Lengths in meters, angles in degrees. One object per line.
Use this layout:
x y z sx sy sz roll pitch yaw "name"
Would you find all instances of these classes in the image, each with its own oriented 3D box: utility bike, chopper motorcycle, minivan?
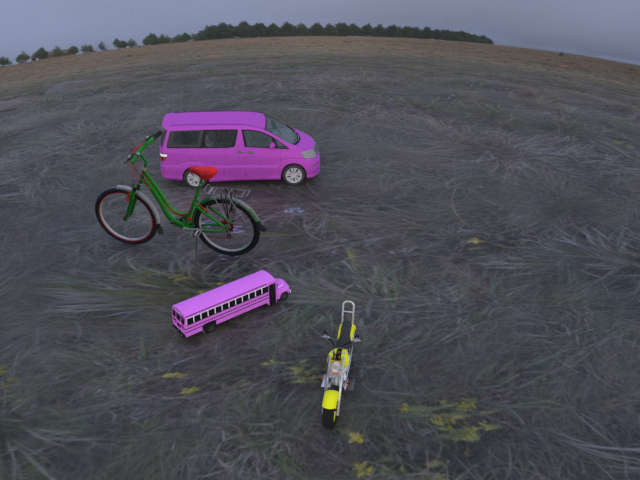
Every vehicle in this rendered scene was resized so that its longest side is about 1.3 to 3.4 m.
-2.185 -0.572 10.478 2.791 1.839 1.039 6 30 10 "utility bike"
0.220 1.399 8.040 0.466 0.761 1.563 5 29 9 "chopper motorcycle"
-1.504 -1.777 13.308 3.011 1.197 1.324 -2 29 -4 "minivan"

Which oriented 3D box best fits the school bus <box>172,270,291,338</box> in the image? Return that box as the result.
-1.153 0.814 9.430 1.708 0.434 0.365 -21 35 -33 "school bus"
